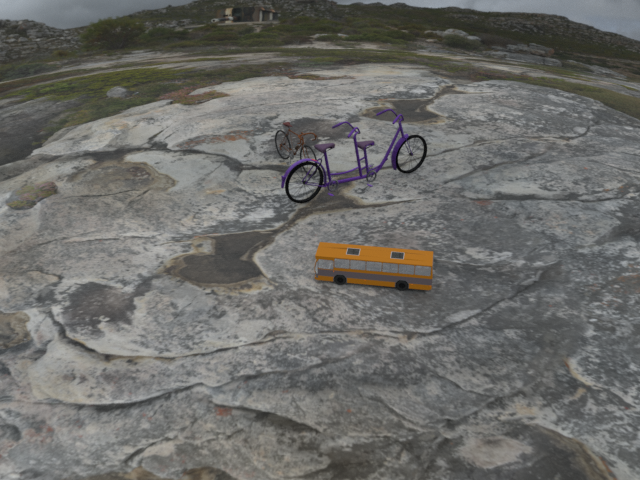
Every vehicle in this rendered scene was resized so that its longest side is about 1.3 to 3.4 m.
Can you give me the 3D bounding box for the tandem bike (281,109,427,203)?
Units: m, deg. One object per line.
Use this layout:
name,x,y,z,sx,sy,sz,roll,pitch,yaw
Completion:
tandem bike,0.692,-1.536,12.541,3.192,1.326,0.550,-17,34,-27

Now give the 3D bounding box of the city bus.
city bus,0.776,0.389,10.040,1.674,0.460,0.476,5,30,8

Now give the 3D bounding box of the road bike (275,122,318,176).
road bike,-0.477,-1.805,13.490,0.358,0.852,1.545,-18,34,-29
